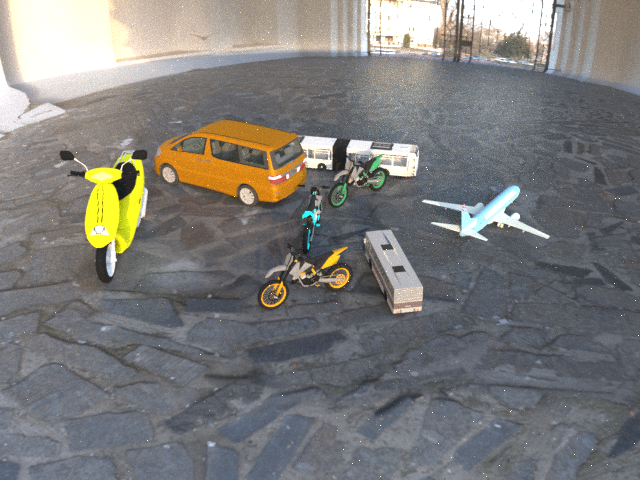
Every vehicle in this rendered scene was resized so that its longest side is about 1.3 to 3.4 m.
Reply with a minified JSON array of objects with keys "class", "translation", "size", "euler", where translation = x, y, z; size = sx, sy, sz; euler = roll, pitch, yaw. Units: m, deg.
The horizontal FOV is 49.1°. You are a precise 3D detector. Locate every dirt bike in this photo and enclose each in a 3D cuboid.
[{"class":"dirt bike","translation":[-0.187,0.487,9.823],"size":[1.493,0.857,0.527],"euler":[-14,32,-23]},{"class":"dirt bike","translation":[0.708,-1.130,12.674],"size":[1.493,0.857,0.527],"euler":[-25,38,-36]},{"class":"dirt bike","translation":[-0.129,-0.435,11.449],"size":[0.527,0.857,1.493],"euler":[5,30,8]}]

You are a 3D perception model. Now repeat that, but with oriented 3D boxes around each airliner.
[{"class":"airliner","translation":[2.897,-0.642,11.836],"size":[2.257,0.835,2.541],"euler":[20,35,31]}]

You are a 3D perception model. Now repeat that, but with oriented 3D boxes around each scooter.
[{"class":"scooter","translation":[-3.190,-0.692,10.961],"size":[1.288,1.786,2.721],"euler":[-1,30,-1]}]

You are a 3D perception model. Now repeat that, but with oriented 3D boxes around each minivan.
[{"class":"minivan","translation":[-1.751,-1.568,13.102],"size":[3.011,1.197,1.324],"euler":[16,33,26]}]

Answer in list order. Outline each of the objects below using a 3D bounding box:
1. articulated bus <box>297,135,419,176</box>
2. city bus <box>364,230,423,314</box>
[{"class":"articulated bus","translation":[0.246,-1.721,14.017],"size":[3.401,0.561,0.605],"euler":[6,30,11]},{"class":"city bus","translation":[1.055,0.453,10.285],"size":[0.476,0.460,1.674],"euler":[-5,30,-9]}]
